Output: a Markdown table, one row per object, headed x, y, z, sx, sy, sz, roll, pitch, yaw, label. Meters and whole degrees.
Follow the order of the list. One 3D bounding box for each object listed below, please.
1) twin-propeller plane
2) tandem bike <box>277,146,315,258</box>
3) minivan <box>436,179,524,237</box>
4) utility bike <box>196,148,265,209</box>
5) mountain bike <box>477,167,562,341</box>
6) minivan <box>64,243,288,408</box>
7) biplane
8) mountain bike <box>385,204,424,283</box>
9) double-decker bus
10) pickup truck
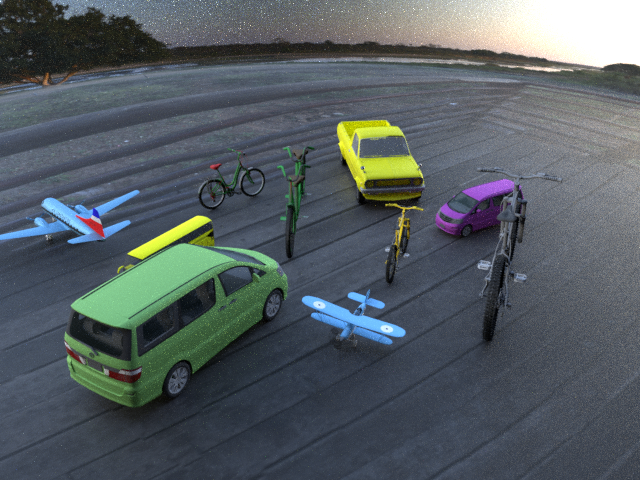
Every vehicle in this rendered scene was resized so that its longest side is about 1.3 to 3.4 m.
| x | y | z | sx | sy | sz | roll | pitch | yaw | label |
| --- | --- | --- | --- | --- | --- | --- | --- | --- | --- |
| -3.974 | -0.410 | 11.193 | 2.663 | 0.792 | 2.129 | -24 | 36 | -38 | twin-propeller plane |
| -0.384 | -0.900 | 11.557 | 0.550 | 1.326 | 3.192 | 1 | 28 | 3 | tandem bike |
| 2.662 | -0.549 | 11.651 | 1.548 | 0.616 | 0.681 | -15 | 31 | -26 | minivan |
| -1.605 | -1.112 | 12.373 | 1.435 | 0.946 | 0.535 | -20 | 34 | -34 | utility bike |
| 2.481 | 0.068 | 9.308 | 1.114 | 1.688 | 2.857 | 10 | 29 | 18 | mountain bike |
| -1.600 | 0.755 | 8.522 | 1.324 | 1.197 | 3.011 | 16 | 32 | 28 | minivan |
| 0.466 | 0.994 | 8.813 | 1.336 | 0.504 | 1.090 | 10 | 29 | 19 | biplane |
| 1.168 | 0.004 | 10.317 | 0.573 | 0.868 | 1.469 | 8 | 29 | 16 | mountain bike |
| -2.215 | 0.191 | 10.313 | 0.389 | 0.541 | 1.672 | 17 | 32 | 29 | double-decker bus |
| 1.094 | -1.679 | 13.409 | 1.244 | 0.993 | 3.117 | -3 | 28 | -6 | pickup truck |
